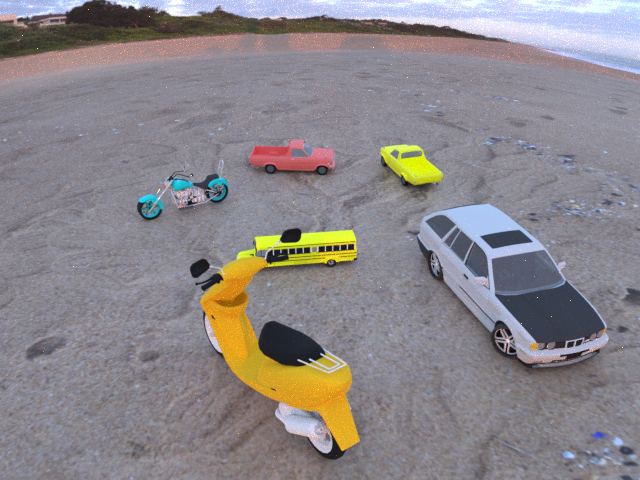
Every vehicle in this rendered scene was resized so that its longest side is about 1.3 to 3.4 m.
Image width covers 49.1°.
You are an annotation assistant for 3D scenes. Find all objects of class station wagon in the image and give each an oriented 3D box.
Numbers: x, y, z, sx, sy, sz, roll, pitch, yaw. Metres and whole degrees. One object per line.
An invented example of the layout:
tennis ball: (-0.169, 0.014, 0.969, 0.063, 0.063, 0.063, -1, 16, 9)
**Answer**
station wagon: (2.378, 0.410, 9.010, 1.327, 0.920, 3.105, -9, 30, -15)

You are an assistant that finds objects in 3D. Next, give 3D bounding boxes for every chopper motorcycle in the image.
chopper motorcycle: (-2.230, -0.827, 11.446, 1.563, 0.761, 0.466, -15, 32, -26)

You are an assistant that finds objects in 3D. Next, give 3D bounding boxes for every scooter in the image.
scooter: (-0.529, 0.948, 7.119, 1.288, 1.786, 2.721, -20, 34, -32)

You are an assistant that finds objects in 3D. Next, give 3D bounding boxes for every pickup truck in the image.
pickup truck: (1.645, -1.421, 12.797, 0.640, 0.511, 1.603, -9, 30, -16)
pickup truck: (-0.509, -1.575, 13.080, 1.603, 0.511, 0.640, 2, 29, 4)

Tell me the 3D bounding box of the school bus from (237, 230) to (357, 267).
school bus: (-0.338, 0.156, 9.985, 1.708, 0.434, 0.365, -4, 29, -8)
